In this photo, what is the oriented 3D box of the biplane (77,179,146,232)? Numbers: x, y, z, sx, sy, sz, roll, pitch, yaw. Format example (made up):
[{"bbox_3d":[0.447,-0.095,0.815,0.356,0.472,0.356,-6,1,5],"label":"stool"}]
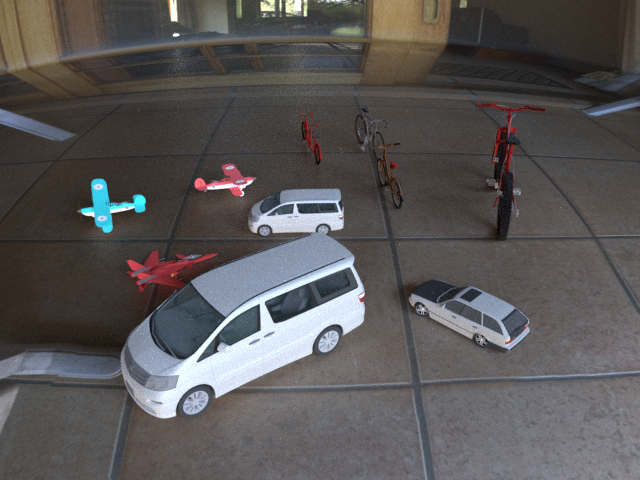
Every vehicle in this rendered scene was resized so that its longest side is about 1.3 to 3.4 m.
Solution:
[{"bbox_3d":[-3.420,-0.523,11.521,1.090,0.504,1.336,-9,32,-15],"label":"biplane"}]

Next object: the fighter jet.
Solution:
[{"bbox_3d":[-2.125,0.325,10.322,1.358,0.286,1.147,-19,36,-28],"label":"fighter jet"}]

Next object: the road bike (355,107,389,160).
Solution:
[{"bbox_3d":[0.985,-2.147,13.887,0.358,0.852,1.545,-10,32,-16],"label":"road bike"}]

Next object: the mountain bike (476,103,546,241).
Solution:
[{"bbox_3d":[3.056,-1.229,11.548,1.114,1.688,2.857,5,31,9],"label":"mountain bike"}]

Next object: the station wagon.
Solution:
[{"bbox_3d":[1.928,0.896,9.189,1.597,0.473,0.682,26,40,36],"label":"station wagon"}]

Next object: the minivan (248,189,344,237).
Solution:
[{"bbox_3d":[-0.389,-0.468,11.322,1.548,0.616,0.681,-1,31,-2],"label":"minivan"}]

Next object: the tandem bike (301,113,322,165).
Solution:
[{"bbox_3d":[-0.184,-2.066,13.917,0.283,0.682,1.642,-7,32,-11],"label":"tandem bike"}]

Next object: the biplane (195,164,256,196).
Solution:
[{"bbox_3d":[-1.658,-1.007,12.328,1.090,0.504,1.336,-10,32,-16],"label":"biplane"}]

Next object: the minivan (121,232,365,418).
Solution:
[{"bbox_3d":[-0.902,0.941,8.412,3.011,1.197,1.324,-20,36,-30],"label":"minivan"}]

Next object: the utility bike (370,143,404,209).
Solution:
[{"bbox_3d":[1.164,-1.160,12.153,0.535,0.946,1.435,-6,32,-11],"label":"utility bike"}]
